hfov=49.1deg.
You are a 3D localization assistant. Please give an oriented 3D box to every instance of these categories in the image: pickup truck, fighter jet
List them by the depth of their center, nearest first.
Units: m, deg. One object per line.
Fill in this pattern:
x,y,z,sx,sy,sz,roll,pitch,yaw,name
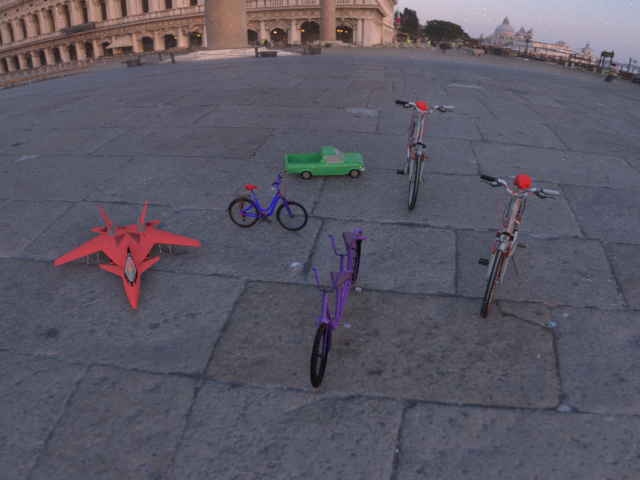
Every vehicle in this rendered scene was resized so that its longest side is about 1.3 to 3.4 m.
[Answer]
-2.943,0.187,10.769,2.229,0.557,2.640,-8,30,-14,fighter jet
0.090,-1.567,13.955,1.603,0.511,0.640,-2,29,-4,pickup truck

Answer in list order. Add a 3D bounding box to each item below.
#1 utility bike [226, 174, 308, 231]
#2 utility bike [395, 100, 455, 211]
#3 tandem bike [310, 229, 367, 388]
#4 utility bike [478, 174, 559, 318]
-0.899,-0.637,11.845,1.435,0.946,0.535,5,30,8,utility bike
1.875,-1.798,13.008,1.039,1.839,2.791,3,29,5,utility bike
0.268,0.575,9.287,0.550,1.326,3.192,6,30,11,tandem bike
2.791,-0.149,10.058,1.039,1.839,2.791,11,31,19,utility bike
